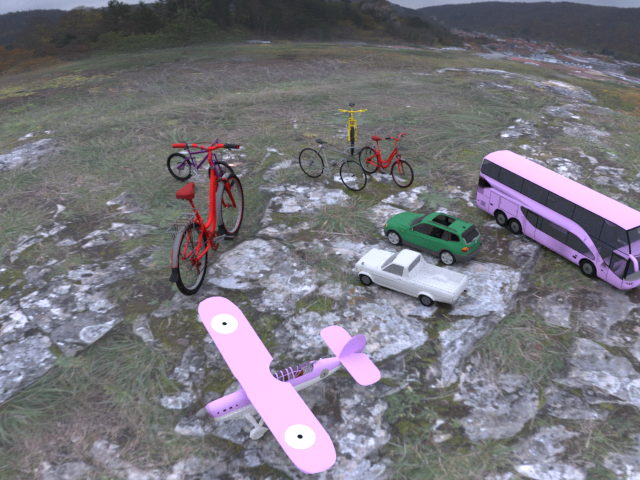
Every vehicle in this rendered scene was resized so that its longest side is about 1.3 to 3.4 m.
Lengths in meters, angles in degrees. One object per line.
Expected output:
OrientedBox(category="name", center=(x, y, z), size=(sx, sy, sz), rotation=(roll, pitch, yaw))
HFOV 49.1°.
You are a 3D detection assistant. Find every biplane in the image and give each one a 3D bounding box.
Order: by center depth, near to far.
OrientedBox(category="biplane", center=(-0.358, 1.585, 7.701), size=(2.120, 0.981, 2.598), rotation=(-17, 35, -27))

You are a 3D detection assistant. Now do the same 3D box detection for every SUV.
OrientedBox(category="SUV", center=(1.760, -0.129, 10.984), size=(1.572, 0.580, 0.656), rotation=(22, 37, 32))

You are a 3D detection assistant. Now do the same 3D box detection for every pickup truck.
OrientedBox(category="pickup truck", center=(1.296, 0.474, 10.036), size=(1.603, 0.511, 0.640), rotation=(18, 35, 27))

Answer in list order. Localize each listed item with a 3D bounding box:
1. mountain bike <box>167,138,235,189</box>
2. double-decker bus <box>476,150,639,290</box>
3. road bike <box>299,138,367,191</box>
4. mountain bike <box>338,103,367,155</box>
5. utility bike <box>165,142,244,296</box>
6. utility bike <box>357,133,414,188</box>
OrientedBox(category="mountain bike", center=(-2.208, -1.406, 12.855), size=(1.469, 0.868, 0.573), rotation=(13, 33, 21))
OrientedBox(category="double-decker bus", center=(3.783, -0.363, 10.917), size=(0.756, 1.052, 3.251), rotation=(-17, 35, -27))
OrientedBox(category="road bike", center=(0.219, -1.417, 12.890), size=(1.545, 0.852, 0.358), rotation=(21, 36, 31))
OrientedBox(category="mountain bike", center=(0.658, -2.376, 14.492), size=(0.573, 0.868, 1.469), rotation=(0, 31, 0))
OrientedBox(category="utility bike", center=(-1.742, -0.471, 10.327), size=(1.039, 1.839, 2.791), rotation=(7, 31, 12))
OrientedBox(category="utility bike", center=(1.250, -1.578, 13.069), size=(0.535, 0.946, 1.435), rotation=(-25, 39, -36))
